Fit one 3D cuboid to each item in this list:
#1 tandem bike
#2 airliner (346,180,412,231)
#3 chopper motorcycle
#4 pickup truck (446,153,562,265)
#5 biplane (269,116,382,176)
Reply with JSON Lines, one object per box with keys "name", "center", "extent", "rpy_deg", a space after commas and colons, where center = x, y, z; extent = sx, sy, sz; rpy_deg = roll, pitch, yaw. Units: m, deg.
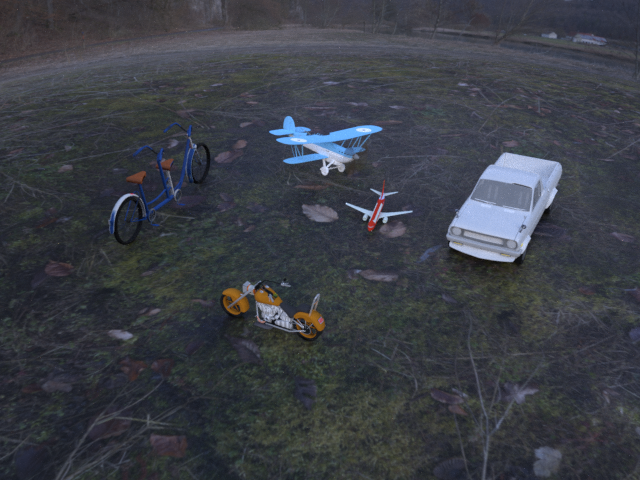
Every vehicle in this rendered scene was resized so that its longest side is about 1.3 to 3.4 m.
{"name": "tandem bike", "center": [-2.644, -1.078, 11.836], "extent": [0.550, 1.326, 3.192], "rpy_deg": [10, 32, 17]}
{"name": "airliner", "center": [0.972, -0.571, 11.855], "extent": [1.161, 0.429, 1.307], "rpy_deg": [8, 31, 13]}
{"name": "chopper motorcycle", "center": [-0.640, 0.832, 9.111], "extent": [1.563, 0.761, 0.466], "rpy_deg": [15, 34, 25]}
{"name": "pickup truck", "center": [3.111, -0.697, 11.511], "extent": [1.244, 0.993, 3.117], "rpy_deg": [15, 33, 24]}
{"name": "biplane", "center": [0.013, -1.869, 13.539], "extent": [2.598, 0.981, 2.120], "rpy_deg": [-25, 39, -36]}
